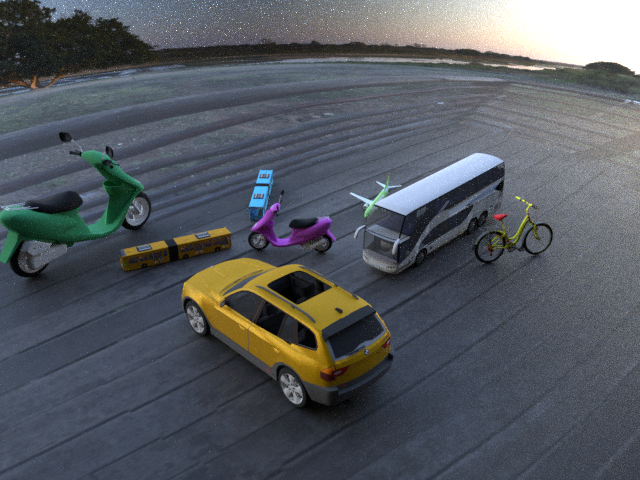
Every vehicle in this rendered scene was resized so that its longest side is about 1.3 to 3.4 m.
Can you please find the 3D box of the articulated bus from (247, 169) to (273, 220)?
[{"bbox_3d":[-1.066,-0.848,12.787,0.311,0.289,1.749,1,28,2],"label":"articulated bus"}]

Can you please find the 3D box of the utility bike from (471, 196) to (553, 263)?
[{"bbox_3d":[2.962,-0.157,10.769,1.435,0.946,0.535,-9,29,-16],"label":"utility bike"}]

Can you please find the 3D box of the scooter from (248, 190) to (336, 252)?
[{"bbox_3d":[-0.449,-0.236,10.948,1.399,0.919,0.662,2,28,4],"label":"scooter"}]

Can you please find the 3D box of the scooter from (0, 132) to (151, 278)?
[{"bbox_3d":[-3.716,-0.608,10.724,1.288,1.786,2.721,19,33,32],"label":"scooter"}]

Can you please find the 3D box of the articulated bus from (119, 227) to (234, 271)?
[{"bbox_3d":[-2.219,0.136,10.918,1.749,0.289,0.311,-13,31,-24],"label":"articulated bus"}]

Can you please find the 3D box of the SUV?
[{"bbox_3d":[-0.491,0.885,8.595,1.276,1.128,3.058,-24,36,-37],"label":"SUV"}]

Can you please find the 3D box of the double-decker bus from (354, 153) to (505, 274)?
[{"bbox_3d":[1.873,-0.463,11.237,0.756,1.052,3.251,23,35,37],"label":"double-decker bus"}]

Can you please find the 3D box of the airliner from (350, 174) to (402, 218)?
[{"bbox_3d":[1.036,-0.780,12.505,1.161,0.429,1.307,11,30,20],"label":"airliner"}]
